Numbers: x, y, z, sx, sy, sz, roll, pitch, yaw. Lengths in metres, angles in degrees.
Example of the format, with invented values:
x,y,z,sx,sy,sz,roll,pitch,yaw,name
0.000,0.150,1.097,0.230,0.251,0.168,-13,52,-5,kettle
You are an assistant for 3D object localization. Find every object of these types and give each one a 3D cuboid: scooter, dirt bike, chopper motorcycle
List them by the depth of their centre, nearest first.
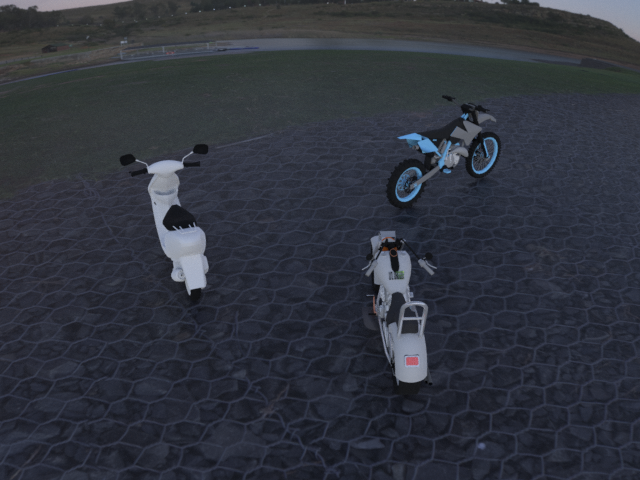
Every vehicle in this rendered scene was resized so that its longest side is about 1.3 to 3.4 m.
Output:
x,y,z,sx,sy,sz,roll,pitch,yaw,name
0.944,0.606,8.898,0.906,1.480,3.040,-1,30,-2,chopper motorcycle
-2.139,-0.390,10.315,1.288,1.786,2.721,-11,32,-18,scooter
2.301,-1.623,12.565,2.903,1.666,1.024,-21,36,-32,dirt bike
